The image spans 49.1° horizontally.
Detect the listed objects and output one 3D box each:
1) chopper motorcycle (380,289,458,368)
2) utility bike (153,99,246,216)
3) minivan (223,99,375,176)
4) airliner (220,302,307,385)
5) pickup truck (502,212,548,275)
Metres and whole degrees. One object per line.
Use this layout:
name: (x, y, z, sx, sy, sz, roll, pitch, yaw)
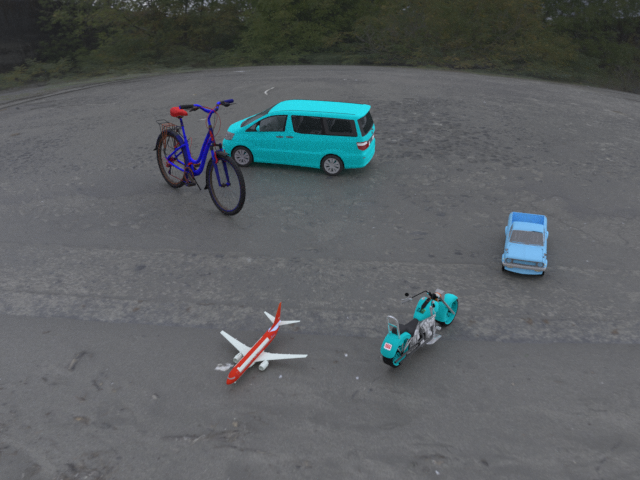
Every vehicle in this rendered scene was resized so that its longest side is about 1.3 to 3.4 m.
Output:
chopper motorcycle: (1.228, 0.928, 8.322, 0.466, 0.761, 1.563, 20, 33, 34)
utility bike: (-2.075, -1.588, 12.069, 1.039, 1.839, 2.791, -23, 35, -37)
minivan: (-0.441, -2.096, 13.772, 3.011, 1.197, 1.324, 7, 28, 14)
airliner: (-0.741, 1.204, 8.145, 1.161, 0.429, 1.307, 12, 29, 22)
pickup truck: (3.080, -0.018, 10.451, 0.640, 0.511, 1.603, 8, 28, 15)
